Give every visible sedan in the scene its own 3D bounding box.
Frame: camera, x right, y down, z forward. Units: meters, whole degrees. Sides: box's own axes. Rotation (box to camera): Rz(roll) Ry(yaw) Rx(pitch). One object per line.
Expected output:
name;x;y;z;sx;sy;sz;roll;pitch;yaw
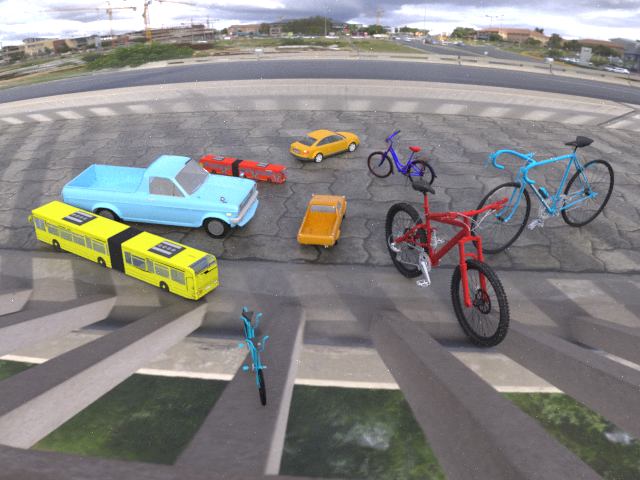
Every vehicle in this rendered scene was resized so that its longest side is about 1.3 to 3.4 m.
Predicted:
sedan;0.123;-1.997;14.340;1.613;0.483;0.635;-22;35;-35

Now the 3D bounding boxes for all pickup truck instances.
pickup truck;-2.618;-0.821;11.586;3.117;0.993;1.244;5;28;10
pickup truck;0.048;-0.364;11.241;0.640;0.511;1.603;4;28;8

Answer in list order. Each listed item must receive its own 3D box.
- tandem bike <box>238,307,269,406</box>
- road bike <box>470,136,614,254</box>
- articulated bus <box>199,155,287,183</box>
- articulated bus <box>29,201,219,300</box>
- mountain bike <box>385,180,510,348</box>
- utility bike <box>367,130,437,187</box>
tandem bike;-0.772;1.204;8.111;0.283;0.682;1.642;-6;29;-11
road bike;3.509;-0.749;10.745;3.004;1.656;0.697;-15;31;-26
articulated bus;-1.471;-1.357;13.344;1.749;0.289;0.311;10;30;18
articulated bus;-2.955;0.099;10.316;3.401;0.561;0.605;17;32;29
mountain bike;1.568;0.121;9.075;1.114;1.688;2.857;-12;30;-21
utility bike;1.479;-1.459;12.836;1.435;0.946;0.535;16;32;28
